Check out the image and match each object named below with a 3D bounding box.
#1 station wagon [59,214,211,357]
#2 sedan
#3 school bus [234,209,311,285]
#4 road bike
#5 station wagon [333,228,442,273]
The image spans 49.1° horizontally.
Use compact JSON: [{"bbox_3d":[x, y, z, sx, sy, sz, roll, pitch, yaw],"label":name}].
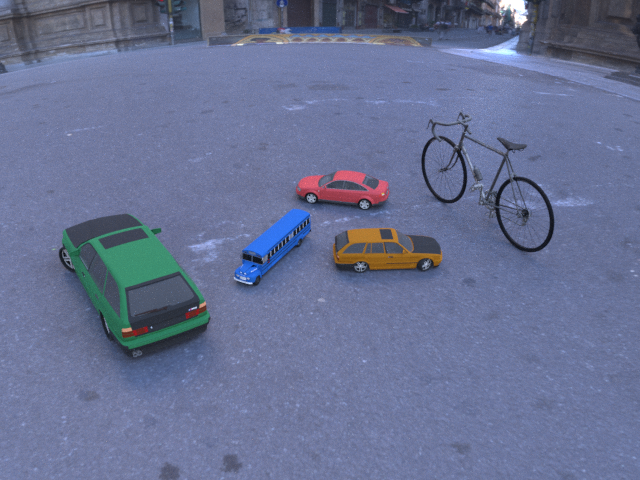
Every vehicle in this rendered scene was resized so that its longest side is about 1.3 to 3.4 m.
[{"bbox_3d":[-2.604,0.331,9.434,1.327,0.920,3.105,-17,35,-27],"label":"station wagon"},{"bbox_3d":[0.380,-0.911,11.980,1.613,0.483,0.635,7,31,12],"label":"sedan"},{"bbox_3d":[-0.687,0.089,10.325,0.365,0.434,1.708,15,34,24],"label":"school bus"},{"bbox_3d":[2.549,-0.990,10.957,0.697,1.656,3.004,-17,34,-26],"label":"road bike"},{"bbox_3d":[0.994,0.112,10.247,1.597,0.473,0.682,-1,30,-2],"label":"station wagon"}]
